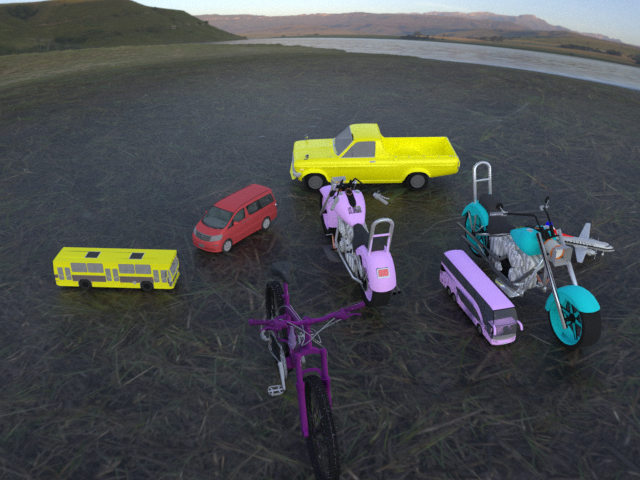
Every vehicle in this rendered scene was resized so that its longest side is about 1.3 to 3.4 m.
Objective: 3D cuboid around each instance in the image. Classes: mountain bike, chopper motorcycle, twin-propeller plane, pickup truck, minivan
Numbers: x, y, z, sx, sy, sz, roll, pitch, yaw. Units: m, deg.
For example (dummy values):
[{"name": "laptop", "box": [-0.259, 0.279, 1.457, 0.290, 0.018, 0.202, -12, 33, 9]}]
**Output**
[{"name": "mountain bike", "box": [-0.248, 1.168, 7.304, 1.114, 1.688, 2.857, -8, 30, -14]}, {"name": "chopper motorcycle", "box": [0.465, -0.251, 10.114, 0.906, 1.480, 3.040, -7, 29, -12]}, {"name": "twin-propeller plane", "box": [3.984, -0.017, 10.805, 1.095, 0.407, 1.370, 12, 31, 21]}, {"name": "pickup truck", "box": [0.993, -1.596, 13.081, 3.117, 0.993, 1.244, -1, 29, -2]}, {"name": "minivan", "box": [-1.364, -0.358, 11.210, 0.681, 0.616, 1.548, 19, 34, 31]}, {"name": "chopper motorcycle", "box": [2.777, 0.121, 9.435, 0.906, 1.480, 3.040, -9, 30, -16]}]

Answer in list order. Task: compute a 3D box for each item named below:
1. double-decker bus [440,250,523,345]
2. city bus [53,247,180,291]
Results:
[{"name": "double-decker bus", "box": [2.082, 0.749, 9.266, 0.389, 0.541, 1.672, -8, 30, -14]}, {"name": "city bus", "box": [-2.879, 0.417, 9.956, 1.674, 0.460, 0.476, 1, 29, 3]}]
